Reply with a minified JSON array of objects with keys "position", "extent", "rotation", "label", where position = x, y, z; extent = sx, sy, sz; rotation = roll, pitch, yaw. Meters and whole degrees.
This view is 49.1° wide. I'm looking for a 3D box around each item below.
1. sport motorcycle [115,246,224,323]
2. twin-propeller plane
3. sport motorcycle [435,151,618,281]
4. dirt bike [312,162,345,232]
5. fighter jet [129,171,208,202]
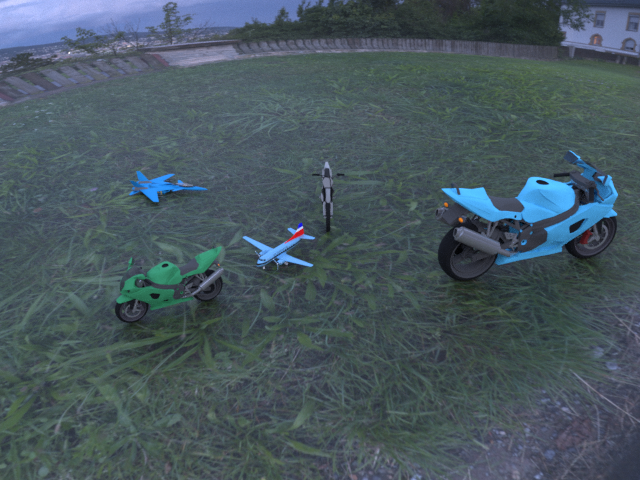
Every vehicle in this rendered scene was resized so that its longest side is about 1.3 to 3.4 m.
[{"position":[-1.990,0.587,9.289],"extent":[1.520,0.821,0.506],"rotation":[-16,34,-25],"label":"sport motorcycle"},{"position":[-0.587,0.099,10.543],"extent":[1.370,0.407,1.095],"rotation":[22,36,32],"label":"twin-propeller plane"},{"position":[3.033,-0.280,10.011],"extent":[2.955,1.596,0.983],"rotation":[-9,31,-14],"label":"sport motorcycle"},{"position":[0.131,-0.782,11.613],"extent":[0.527,0.857,1.493],"rotation":[0,30,-1],"label":"dirt bike"},{"position":[-2.693,-1.004,12.566],"extent":[1.358,0.286,1.147],"rotation":[2,30,3],"label":"fighter jet"}]
